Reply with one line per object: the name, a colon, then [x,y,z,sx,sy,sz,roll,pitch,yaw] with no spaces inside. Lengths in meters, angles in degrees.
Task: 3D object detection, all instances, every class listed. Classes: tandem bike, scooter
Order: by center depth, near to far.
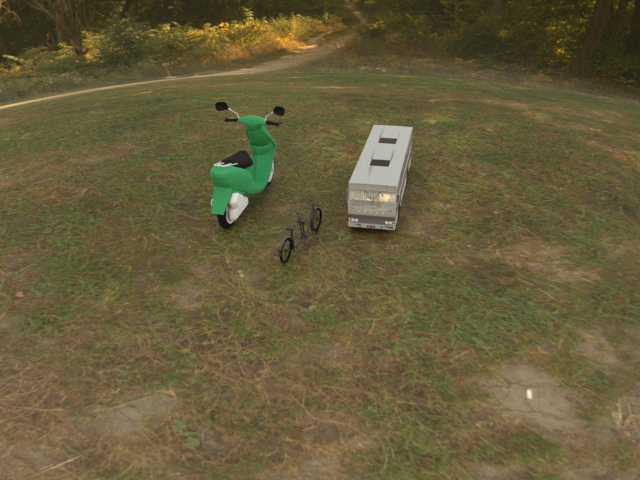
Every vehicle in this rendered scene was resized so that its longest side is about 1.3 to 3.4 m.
tandem bike: [-0.297,-0.208,11.084,0.283,0.682,1.642,11,28,20]
scooter: [-1.302,-1.421,12.279,1.288,1.786,2.721,7,27,14]

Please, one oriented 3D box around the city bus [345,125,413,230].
city bus: [1.153,-1.194,12.824,0.926,0.894,3.255,5,27,10]
